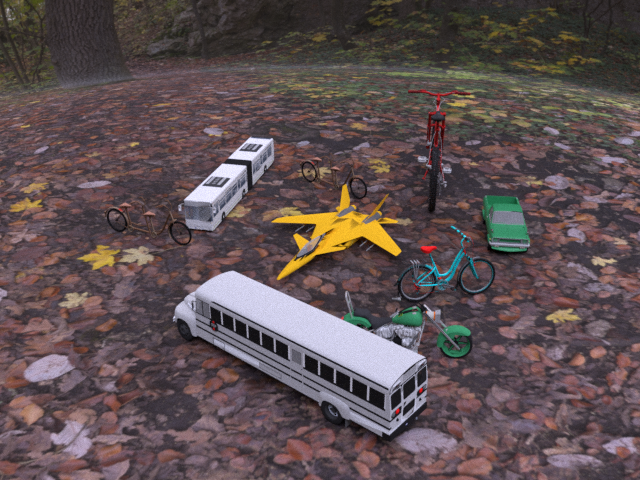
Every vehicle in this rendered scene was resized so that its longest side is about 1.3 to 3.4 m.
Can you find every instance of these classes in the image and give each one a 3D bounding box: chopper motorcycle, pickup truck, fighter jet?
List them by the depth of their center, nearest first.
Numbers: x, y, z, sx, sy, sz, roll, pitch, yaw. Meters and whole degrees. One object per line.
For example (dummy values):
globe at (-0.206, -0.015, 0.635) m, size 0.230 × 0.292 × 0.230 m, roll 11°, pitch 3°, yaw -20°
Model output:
chopper motorcycle at (0.994, 0.985, 8.133) m, size 1.563 × 0.761 × 0.466 m, roll 4°, pitch 27°, yaw 7°
fighter jet at (0.103, -0.107, 10.558) m, size 2.229 × 0.557 × 2.640 m, roll 15°, pitch 30°, yaw 28°
pickup truck at (2.922, -0.326, 11.053) m, size 0.640 × 0.511 × 1.603 m, roll 3°, pitch 27°, yaw 7°

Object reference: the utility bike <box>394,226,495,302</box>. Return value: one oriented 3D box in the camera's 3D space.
utility bike at (1.649, 0.327, 9.249) m, size 1.435 × 0.946 × 0.535 m, roll -6°, pitch 27°, yaw -12°

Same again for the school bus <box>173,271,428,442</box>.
school bus at (-0.386, 1.122, 7.763) m, size 3.322 × 0.844 × 0.709 m, roll 21°, pitch 33°, yaw 35°

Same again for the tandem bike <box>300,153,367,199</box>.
tandem bike at (0.225, -1.227, 12.674) m, size 1.642 × 0.682 × 0.283 m, roll 23°, pitch 34°, yaw 38°

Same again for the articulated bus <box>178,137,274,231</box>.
articulated bus at (-1.546, -1.092, 12.538) m, size 0.605 × 0.561 × 3.401 m, roll 6°, pitch 27°, yaw 12°

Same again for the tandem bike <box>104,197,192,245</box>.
tandem bike at (-2.701, -0.338, 10.885) m, size 1.642 × 0.682 × 0.283 m, roll 11°, pitch 29°, yaw 21°

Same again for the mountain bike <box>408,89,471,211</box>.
mountain bike at (2.059, -1.687, 12.469) m, size 1.114 × 1.688 × 2.857 m, roll 4°, pitch 27°, yaw 8°
